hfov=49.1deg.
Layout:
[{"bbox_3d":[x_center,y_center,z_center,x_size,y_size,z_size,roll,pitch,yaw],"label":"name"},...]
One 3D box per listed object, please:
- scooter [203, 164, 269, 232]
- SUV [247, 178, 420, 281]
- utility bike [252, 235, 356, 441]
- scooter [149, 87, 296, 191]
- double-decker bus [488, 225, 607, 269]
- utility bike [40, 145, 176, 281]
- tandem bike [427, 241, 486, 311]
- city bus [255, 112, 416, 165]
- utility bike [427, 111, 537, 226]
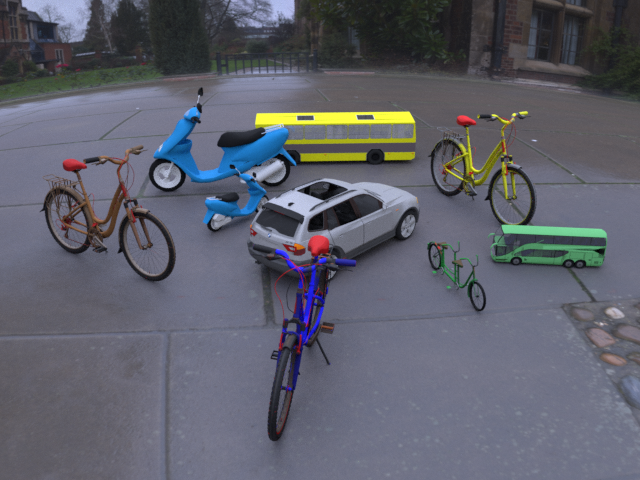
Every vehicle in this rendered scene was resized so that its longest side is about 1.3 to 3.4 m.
[{"bbox_3d":[-1.380,-0.714,11.630,0.662,0.919,1.399,23,34,38],"label":"scooter"},{"bbox_3d":[0.290,-0.366,10.686,1.276,1.128,3.058,22,34,37],"label":"SUV"},{"bbox_3d":[-0.092,0.762,7.593,1.039,1.839,2.791,5,27,10],"label":"utility bike"},{"bbox_3d":[-1.804,-1.777,12.805,2.721,1.786,1.288,-3,26,-7],"label":"scooter"},{"bbox_3d":[3.369,0.088,10.430,1.672,0.541,0.389,3,26,6],"label":"double-decker bus"},{"bbox_3d":[-3.111,-0.508,10.171,2.791,1.839,1.039,16,30,29],"label":"utility bike"},{"bbox_3d":[1.880,0.362,9.714,0.283,0.682,1.642,-9,28,-17],"label":"tandem bike"},{"bbox_3d":[0.299,-2.095,14.461,3.255,0.894,0.926,-1,26,-2],"label":"city bus"},{"bbox_3d":[2.808,-1.399,11.980,1.039,1.839,2.791,-14,29,-25],"label":"utility bike"}]
